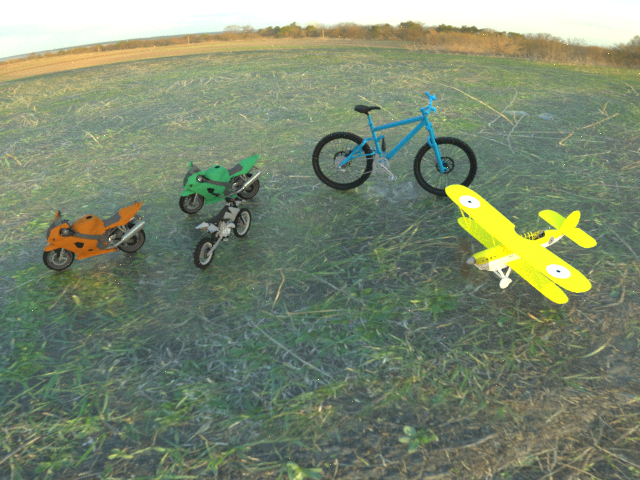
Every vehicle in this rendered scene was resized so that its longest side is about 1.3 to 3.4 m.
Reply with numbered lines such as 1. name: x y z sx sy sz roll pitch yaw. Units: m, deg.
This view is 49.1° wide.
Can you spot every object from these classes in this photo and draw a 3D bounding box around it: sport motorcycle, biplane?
1. sport motorcycle: -1.672 -0.950 11.756 1.520 0.821 0.506 -18 34 -29
2. sport motorcycle: -3.272 -0.064 10.167 1.520 0.821 0.506 -16 33 -26
3. biplane: 2.874 0.079 9.745 2.120 0.981 2.598 -16 33 -27

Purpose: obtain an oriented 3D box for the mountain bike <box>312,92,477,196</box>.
1. mountain bike: 1.272 -1.575 11.989 2.857 1.688 1.114 4 29 7

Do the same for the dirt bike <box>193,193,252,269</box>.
1. dirt bike: -1.441 -0.208 10.387 0.527 0.857 1.493 14 32 23
